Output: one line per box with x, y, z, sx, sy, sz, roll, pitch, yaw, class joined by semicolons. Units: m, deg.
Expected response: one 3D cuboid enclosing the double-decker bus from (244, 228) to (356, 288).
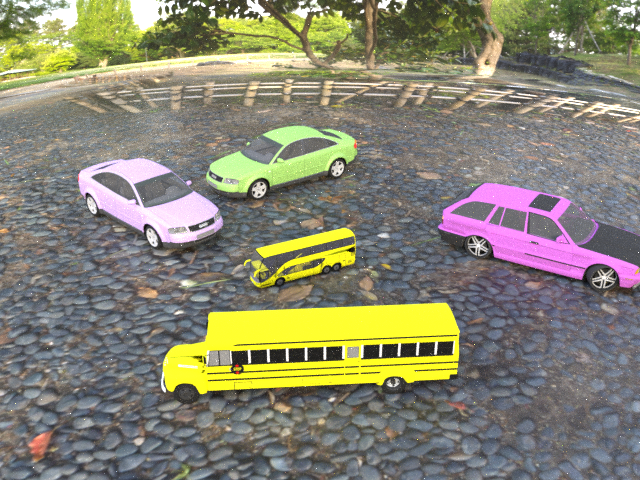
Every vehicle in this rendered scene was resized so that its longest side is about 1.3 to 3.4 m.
-0.262;0.266;10.214;1.672;0.541;0.389;-13;30;-25;double-decker bus

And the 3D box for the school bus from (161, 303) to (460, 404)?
-0.127;1.252;7.942;3.322;0.844;0.709;-2;27;-4;school bus

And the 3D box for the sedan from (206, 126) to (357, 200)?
-0.700;-1.599;13.439;3.137;0.940;1.235;-19;32;-32;sedan

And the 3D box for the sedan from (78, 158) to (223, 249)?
-2.900;-0.749;11.768;3.137;0.940;1.235;24;35;38;sedan

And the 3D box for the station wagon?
3.410;-0.145;10.602;3.105;0.920;1.327;16;31;29;station wagon
